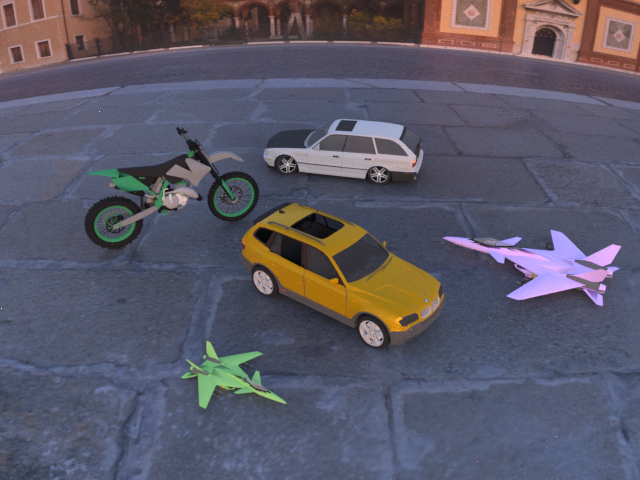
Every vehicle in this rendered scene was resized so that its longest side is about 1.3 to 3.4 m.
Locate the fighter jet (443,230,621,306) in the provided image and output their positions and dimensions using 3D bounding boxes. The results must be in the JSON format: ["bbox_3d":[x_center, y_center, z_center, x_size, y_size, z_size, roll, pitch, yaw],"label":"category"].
[{"bbox_3d":[3.115,0.164,10.674,2.640,0.557,2.229,17,35,27],"label":"fighter jet"}]

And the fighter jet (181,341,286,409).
[{"bbox_3d":[-0.971,1.650,8.421,1.358,0.286,1.147,17,35,27],"label":"fighter jet"}]

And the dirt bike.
[{"bbox_3d":[-2.360,-0.829,11.265,2.903,1.666,1.024,-14,33,-22],"label":"dirt bike"}]

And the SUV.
[{"bbox_3d":[0.254,0.374,9.755,3.058,1.128,1.276,22,37,32],"label":"SUV"}]

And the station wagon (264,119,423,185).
[{"bbox_3d":[0.442,-1.823,13.684,3.105,0.920,1.327,7,31,12],"label":"station wagon"}]
